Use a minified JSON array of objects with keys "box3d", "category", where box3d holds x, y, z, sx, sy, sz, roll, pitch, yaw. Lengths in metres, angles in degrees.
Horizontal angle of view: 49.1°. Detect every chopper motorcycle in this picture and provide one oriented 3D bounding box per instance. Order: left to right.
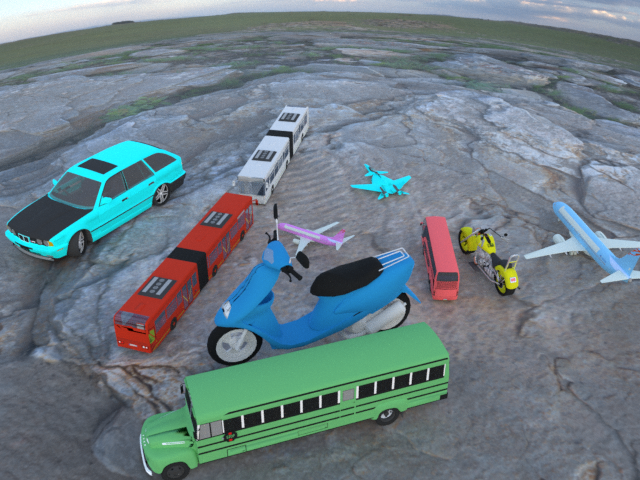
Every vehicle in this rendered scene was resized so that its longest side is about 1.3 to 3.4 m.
[{"box3d":[2.384,0.156,9.970,0.466,0.761,1.563,-8,33,-13],"category":"chopper motorcycle"}]

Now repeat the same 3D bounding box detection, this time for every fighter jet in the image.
[{"box3d":[1.055,-1.158,12.519,1.147,0.286,1.358,-10,33,-16],"category":"fighter jet"}]

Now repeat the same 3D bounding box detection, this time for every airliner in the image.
[{"box3d":[-0.150,-0.150,10.771,1.307,0.429,1.161,19,37,28],"category":"airliner"},{"box3d":[4.035,-0.139,10.371,2.257,0.835,2.541,-4,32,-6],"category":"airliner"}]

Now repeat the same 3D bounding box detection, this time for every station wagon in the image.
[{"box3d":[-3.564,-0.764,11.290,1.327,0.920,3.105,17,36,25],"category":"station wagon"}]

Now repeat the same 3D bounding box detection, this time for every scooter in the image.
[{"box3d":[-0.042,0.574,8.334,2.721,1.786,1.288,-10,33,-15],"category":"scooter"}]

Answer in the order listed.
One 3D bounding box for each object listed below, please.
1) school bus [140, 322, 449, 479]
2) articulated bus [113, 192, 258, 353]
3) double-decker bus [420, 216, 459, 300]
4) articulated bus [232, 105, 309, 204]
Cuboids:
[{"box3d":[-0.250,1.676,7.461,3.322,0.844,0.709,-11,34,-16],"category":"school bus"},{"box3d":[-1.778,0.322,9.893,0.605,0.561,3.401,9,33,15],"category":"articulated bus"},{"box3d":[1.716,0.212,10.088,0.389,0.541,1.672,1,32,1],"category":"double-decker bus"},{"box3d":[-0.813,-1.682,13.097,0.605,0.561,3.401,6,33,10],"category":"articulated bus"}]
